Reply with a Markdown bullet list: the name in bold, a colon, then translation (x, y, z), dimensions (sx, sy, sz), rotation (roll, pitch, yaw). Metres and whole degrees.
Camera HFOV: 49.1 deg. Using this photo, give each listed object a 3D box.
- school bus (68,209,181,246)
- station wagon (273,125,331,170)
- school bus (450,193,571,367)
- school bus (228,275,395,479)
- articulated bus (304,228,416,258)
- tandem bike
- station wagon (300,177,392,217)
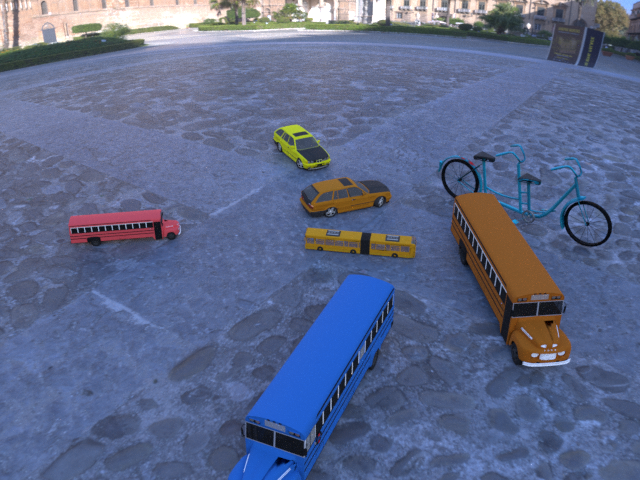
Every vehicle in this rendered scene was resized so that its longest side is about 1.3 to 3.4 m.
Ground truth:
- **school bus**: translation (-3.114, -0.210, 11.232), dimensions (1.708, 0.434, 0.365), rotation (-5, 31, -8)
- **station wagon**: translation (-0.371, -1.895, 14.016), dimensions (0.682, 0.473, 1.597), rotation (-15, 34, -23)
- **school bus**: translation (2.587, 0.449, 9.729), dimensions (0.709, 0.844, 3.322), rotation (-3, 31, -5)
- **school bus**: translation (-0.001, 1.587, 7.822), dimensions (0.709, 0.844, 3.322), rotation (13, 33, 20)
- **articulated bus**: translation (0.620, 0.044, 10.950), dimensions (1.749, 0.289, 0.311), rotation (5, 31, 8)
- **tandem bike**: translation (3.301, -0.904, 11.525), dimensions (3.192, 1.326, 0.550), rotation (25, 39, 36)
- **station wagon**: translation (0.467, -0.812, 12.202), dimensions (1.597, 0.473, 0.682), rotation (-12, 33, -19)
